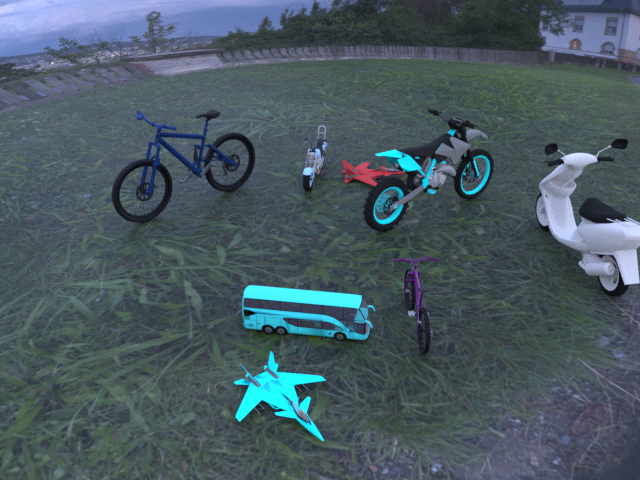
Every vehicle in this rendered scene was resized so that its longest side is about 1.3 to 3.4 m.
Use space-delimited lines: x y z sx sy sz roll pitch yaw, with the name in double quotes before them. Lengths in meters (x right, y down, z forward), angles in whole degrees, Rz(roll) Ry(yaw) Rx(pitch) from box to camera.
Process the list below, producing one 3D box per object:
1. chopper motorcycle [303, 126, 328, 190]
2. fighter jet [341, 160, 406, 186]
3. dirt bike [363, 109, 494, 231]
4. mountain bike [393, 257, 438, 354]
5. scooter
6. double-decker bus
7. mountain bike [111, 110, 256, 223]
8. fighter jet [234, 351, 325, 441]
"chopper motorcycle" -0.098 -1.552 13.158 0.466 0.761 1.563 6 29 10
"fighter jet" 1.096 -1.320 13.228 1.358 0.286 1.147 -3 29 -5
"dirt bike" 1.877 -1.189 11.565 2.903 1.666 1.024 -19 34 -31
"mountain bike" 1.235 0.751 8.884 0.573 0.868 1.469 -2 29 -3
"scooter" 3.870 -0.479 10.158 1.288 1.786 2.721 -5 29 -9
"double-decker bus" -0.150 0.930 8.897 1.672 0.541 0.389 5 29 8
"mountain bike" -2.256 -1.358 11.849 2.857 1.688 1.114 -24 37 -37
"fighter jet" -0.361 1.739 7.698 1.147 0.286 1.358 -19 34 -31
